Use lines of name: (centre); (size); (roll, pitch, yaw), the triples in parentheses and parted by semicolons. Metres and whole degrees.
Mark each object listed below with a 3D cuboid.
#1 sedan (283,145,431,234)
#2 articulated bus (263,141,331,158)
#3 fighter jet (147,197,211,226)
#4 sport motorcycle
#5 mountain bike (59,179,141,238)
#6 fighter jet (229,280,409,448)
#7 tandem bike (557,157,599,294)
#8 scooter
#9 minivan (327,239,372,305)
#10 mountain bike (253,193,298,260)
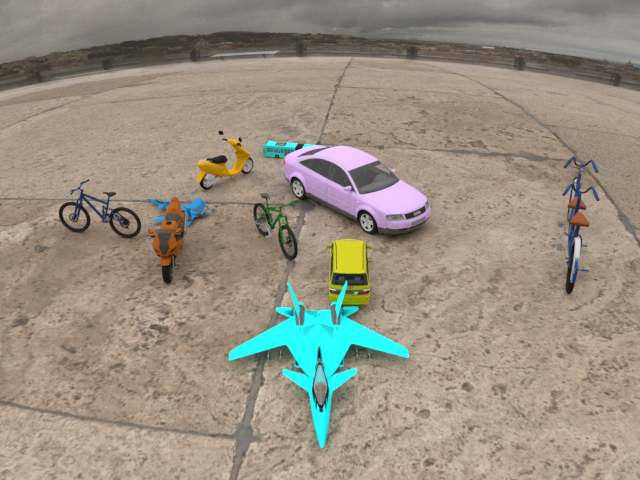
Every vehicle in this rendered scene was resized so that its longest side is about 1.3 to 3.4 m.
sedan: (0.602, -1.037, 12.460); (1.235, 0.940, 3.137); (-23, 36, -35)
articulated bus: (-0.318, -1.831, 14.561); (1.749, 0.289, 0.311); (6, 30, 11)
fighter jet: (-2.616, -0.636, 12.411); (1.358, 0.286, 1.147); (19, 34, 31)
sport motorcycle: (-2.279, -0.006, 10.725); (0.506, 0.821, 1.520); (-1, 29, -2)
mountain bike: (-3.646, -0.469, 11.510); (1.469, 0.868, 0.573); (6, 30, 11)
fighter jet: (-0.007, 1.404, 8.457); (2.229, 0.557, 2.640); (-1, 29, -1)
tandem bike: (3.970, -0.374, 10.869); (0.550, 1.326, 3.192); (9, 30, 15)
scooter: (-1.812, -1.545, 13.397); (0.662, 0.919, 1.399); (24, 37, 36)
minivan: (0.429, 0.357, 10.283); (0.681, 0.616, 1.548); (1, 29, 2)
mountain bike: (-0.735, -0.287, 11.183); (0.573, 0.868, 1.469); (-16, 33, -26)
